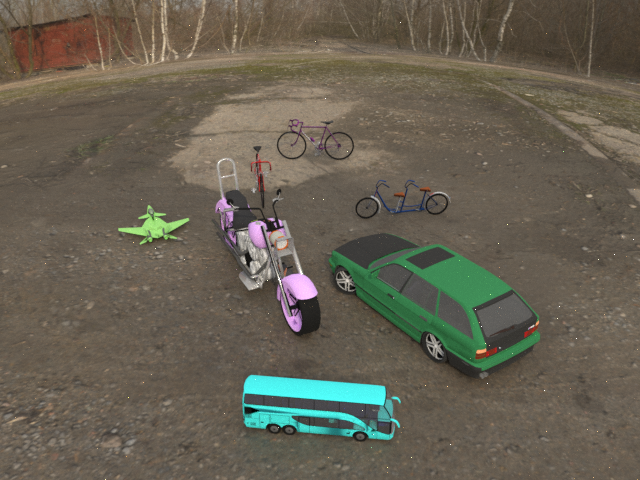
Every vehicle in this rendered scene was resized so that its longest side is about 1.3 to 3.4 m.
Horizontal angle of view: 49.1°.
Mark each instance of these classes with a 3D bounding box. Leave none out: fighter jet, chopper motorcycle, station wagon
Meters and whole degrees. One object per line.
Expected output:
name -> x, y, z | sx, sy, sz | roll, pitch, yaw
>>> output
fighter jet -> -2.768, -0.368, 11.592 | 1.147, 0.286, 1.358 | -9, 30, -16
chopper motorcycle -> -0.793, 0.022, 9.664 | 0.906, 1.480, 3.040 | -14, 32, -24
station wagon -> 1.375, 0.587, 9.223 | 1.327, 0.920, 3.105 | -19, 34, -30

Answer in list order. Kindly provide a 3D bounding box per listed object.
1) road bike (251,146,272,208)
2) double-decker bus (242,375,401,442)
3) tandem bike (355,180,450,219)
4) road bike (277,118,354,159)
road bike -> -1.077, -1.190, 12.488 | 0.358, 0.852, 1.545 | -4, 29, -8
double-decker bus -> 0.014, 1.789, 7.453 | 1.672, 0.541, 0.389 | 3, 29, 6
tandem bike -> 1.408, -0.696, 11.774 | 1.642, 0.682, 0.283 | -4, 29, -6
road bike -> -0.092, -1.998, 13.939 | 1.545, 0.852, 0.358 | 1, 29, 2
